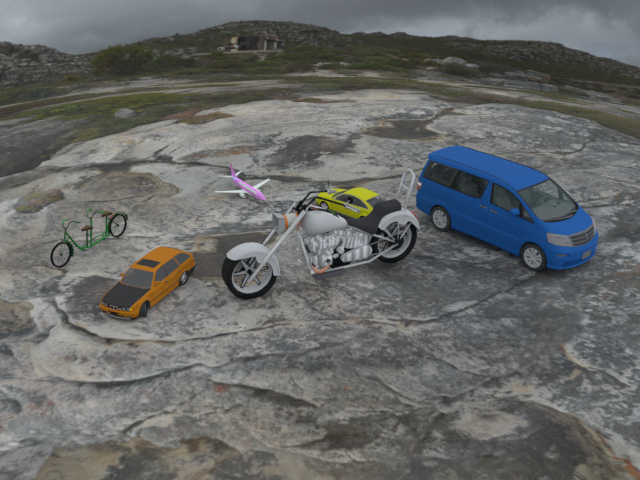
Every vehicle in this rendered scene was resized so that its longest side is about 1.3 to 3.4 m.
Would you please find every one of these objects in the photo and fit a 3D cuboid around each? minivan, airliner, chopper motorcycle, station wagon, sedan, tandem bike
[{"bbox_3d":[2.956,-0.568,11.189,1.324,1.197,3.011,-20,32,-35],"label":"minivan"},{"bbox_3d":[-1.376,-1.070,13.113,1.161,0.429,1.307,-17,30,-31],"label":"airliner"},{"bbox_3d":[0.075,-0.107,9.910,3.040,1.480,0.906,-11,28,-22],"label":"chopper motorcycle"},{"bbox_3d":[-2.382,0.541,9.724,0.682,0.473,1.597,10,28,20],"label":"station wagon"},{"bbox_3d":[0.619,-0.650,12.180,1.613,0.483,0.635,23,34,39],"label":"sedan"},{"bbox_3d":[-3.573,-0.141,10.898,0.283,0.682,1.642,13,29,25],"label":"tandem bike"}]
